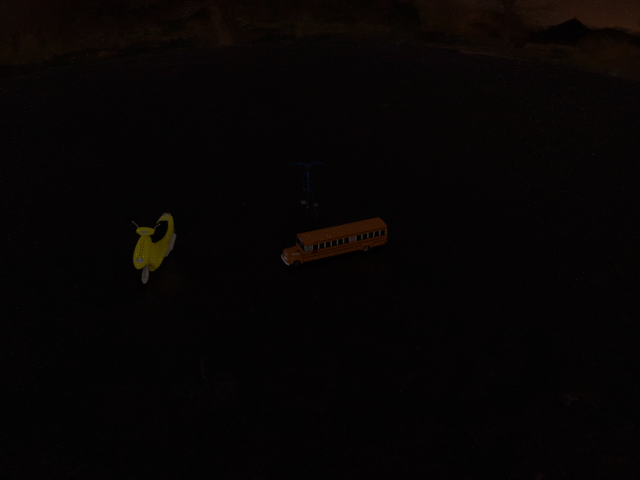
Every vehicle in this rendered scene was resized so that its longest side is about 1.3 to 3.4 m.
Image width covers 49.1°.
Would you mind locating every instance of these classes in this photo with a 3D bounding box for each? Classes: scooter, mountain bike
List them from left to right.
[{"bbox_3d":[-2.506,0.003,10.574,0.662,0.919,1.399,5,31,9],"label":"scooter"},{"bbox_3d":[-0.192,-0.808,12.003,0.573,0.868,1.469,-3,31,-4],"label":"mountain bike"}]

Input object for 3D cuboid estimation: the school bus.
[{"bbox_3d":[0.228,0.034,10.999,1.708,0.434,0.365,-12,33,-20],"label":"school bus"}]
